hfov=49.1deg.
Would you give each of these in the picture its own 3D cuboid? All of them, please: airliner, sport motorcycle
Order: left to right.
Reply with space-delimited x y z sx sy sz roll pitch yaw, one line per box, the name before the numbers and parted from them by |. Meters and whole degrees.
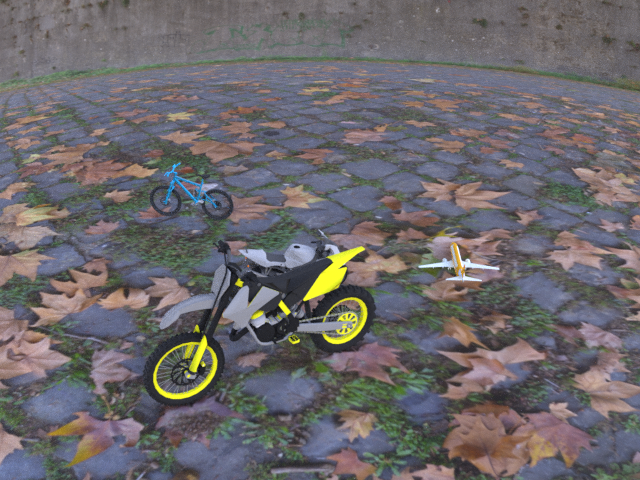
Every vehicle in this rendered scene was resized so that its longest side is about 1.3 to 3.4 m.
sport motorcycle | -0.346 0.367 9.650 1.520 0.821 0.506 -7 29 -12
airliner | 2.032 0.251 10.282 1.161 0.429 1.307 1 28 3

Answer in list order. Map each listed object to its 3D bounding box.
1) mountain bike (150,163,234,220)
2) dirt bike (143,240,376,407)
mountain bike | -2.168 -0.767 11.722 1.469 0.868 0.573 5 28 9
dirt bike | -0.589 0.857 7.835 2.903 1.666 1.024 -15 31 -26
